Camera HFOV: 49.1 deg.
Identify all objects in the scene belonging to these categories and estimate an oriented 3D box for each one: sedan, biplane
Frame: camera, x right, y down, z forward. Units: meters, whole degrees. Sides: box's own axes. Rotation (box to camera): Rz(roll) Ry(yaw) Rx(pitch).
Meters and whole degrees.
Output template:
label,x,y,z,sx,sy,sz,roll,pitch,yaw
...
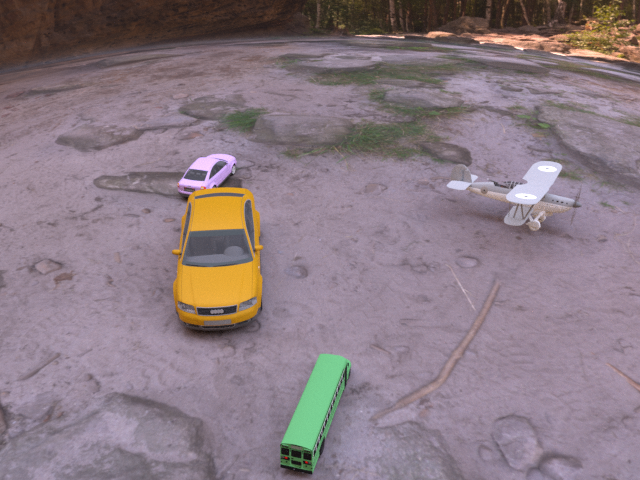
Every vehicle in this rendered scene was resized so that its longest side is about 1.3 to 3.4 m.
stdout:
label,x,y,z,sx,sy,sz,roll,pitch,yaw
sedan,-2.008,-1.234,12.596,0.635,0.483,1.613,9,32,14
sedan,-1.431,0.076,9.961,1.235,0.940,3.137,-3,31,-5
biplane,3.141,-0.769,11.334,2.120,0.981,2.598,15,34,23

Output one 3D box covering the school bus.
label,x,y,z,sx,sy,sz,roll,pitch,yaw
school bus,-0.004,1.772,7.618,0.365,0.434,1.708,8,32,14
